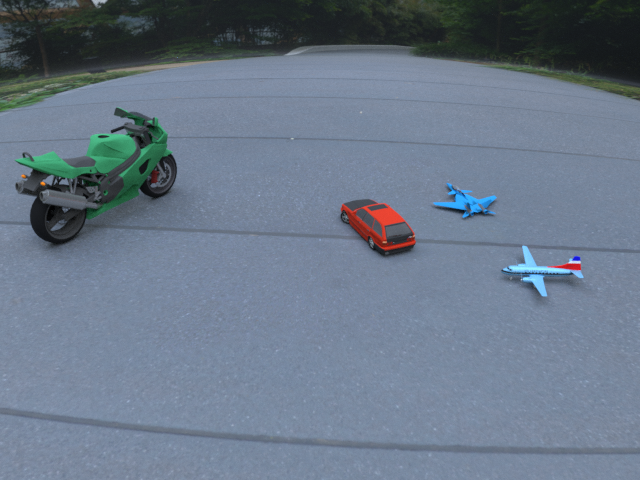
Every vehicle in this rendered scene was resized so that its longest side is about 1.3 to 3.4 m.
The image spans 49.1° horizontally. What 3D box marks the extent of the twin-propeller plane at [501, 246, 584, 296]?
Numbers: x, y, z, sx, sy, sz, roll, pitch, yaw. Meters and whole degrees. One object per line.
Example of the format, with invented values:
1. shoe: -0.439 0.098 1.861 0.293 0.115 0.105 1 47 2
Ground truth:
1. twin-propeller plane: 3.074 0.388 9.727 1.095 0.407 1.370 2 28 3

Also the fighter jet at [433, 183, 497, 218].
1. fighter jet: 2.460 -0.794 12.046 1.147 0.286 1.358 -7 29 -13

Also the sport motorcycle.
1. sport motorcycle: -3.420 -1.074 11.186 0.983 1.596 2.955 18 33 30

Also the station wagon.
1. station wagon: 0.877 -0.318 10.967 0.682 0.473 1.597 -12 30 -20
